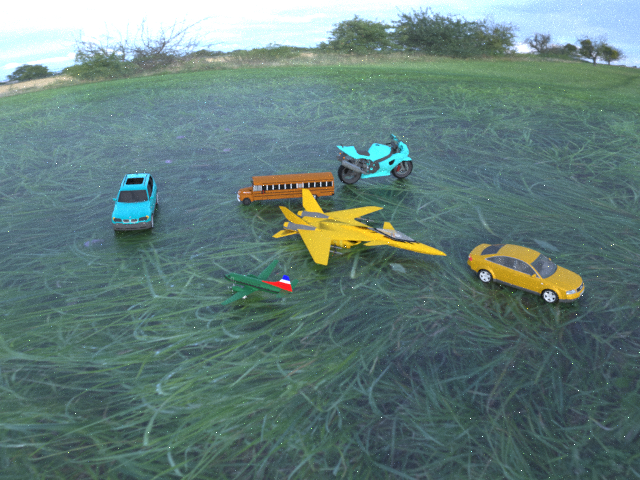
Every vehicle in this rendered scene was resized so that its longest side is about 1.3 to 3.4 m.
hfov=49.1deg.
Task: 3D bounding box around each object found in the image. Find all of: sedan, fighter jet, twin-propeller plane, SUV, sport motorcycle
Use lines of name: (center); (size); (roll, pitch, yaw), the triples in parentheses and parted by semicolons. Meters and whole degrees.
sedan: (2.846, 0.399, 9.707); (1.613, 0.483, 0.635); (18, 32, 32)
fighter jet: (0.684, -0.188, 10.792); (2.640, 0.557, 2.229); (12, 29, 23)
twin-propeller plane: (-0.851, 0.553, 9.486); (1.095, 0.407, 1.370); (13, 30, 25)
SUV: (-3.087, -0.661, 11.706); (0.656, 0.580, 1.572); (-3, 27, -6)
sport motorcycle: (1.033, -1.478, 13.062); (1.520, 0.821, 0.506); (-7, 28, -14)

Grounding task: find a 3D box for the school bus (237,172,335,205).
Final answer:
school bus: (-0.609, -0.922, 12.387); (1.708, 0.434, 0.365); (-4, 27, -8)
